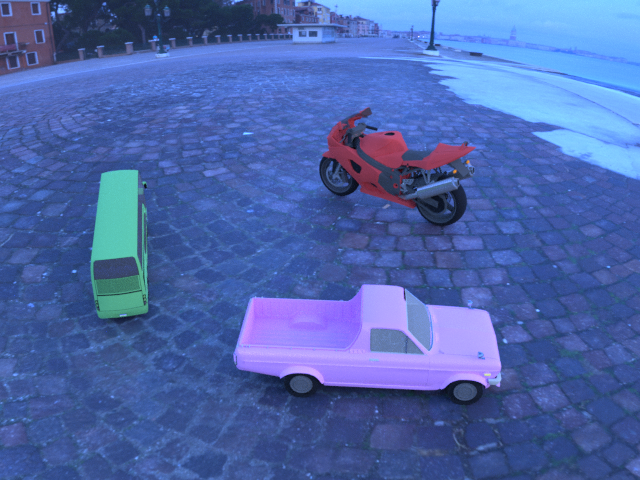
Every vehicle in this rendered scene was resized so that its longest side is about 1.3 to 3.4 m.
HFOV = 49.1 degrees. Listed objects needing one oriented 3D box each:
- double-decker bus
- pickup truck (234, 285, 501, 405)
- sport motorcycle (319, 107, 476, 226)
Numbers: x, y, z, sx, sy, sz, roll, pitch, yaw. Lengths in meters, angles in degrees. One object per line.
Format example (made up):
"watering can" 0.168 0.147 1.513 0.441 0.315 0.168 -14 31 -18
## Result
"double-decker bus" -2.956 -0.082 10.460 0.756 1.052 3.251 -6 30 -11
"pickup truck" 0.572 1.141 8.331 3.117 0.993 1.244 2 29 4
"sport motorcycle" 1.217 -1.241 11.978 2.955 1.596 0.983 19 34 30
